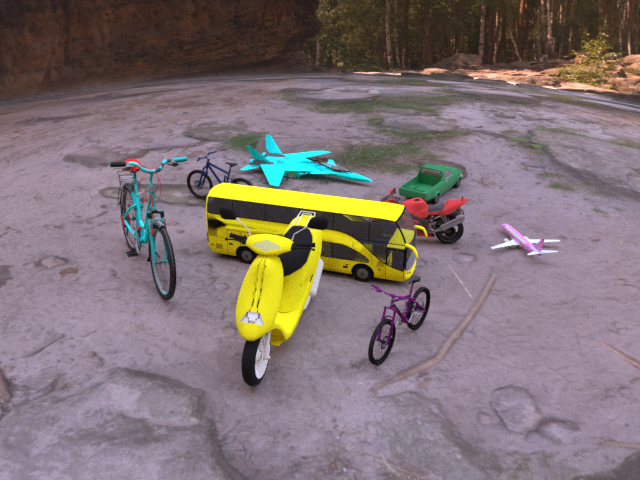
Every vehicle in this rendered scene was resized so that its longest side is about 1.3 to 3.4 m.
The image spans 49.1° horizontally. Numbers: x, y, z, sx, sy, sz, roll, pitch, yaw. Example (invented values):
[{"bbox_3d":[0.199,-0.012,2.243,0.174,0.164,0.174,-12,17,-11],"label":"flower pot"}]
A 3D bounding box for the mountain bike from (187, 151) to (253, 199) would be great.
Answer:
[{"bbox_3d":[-1.775,-1.058,12.461,1.469,0.868,0.573,13,28,24],"label":"mountain bike"}]

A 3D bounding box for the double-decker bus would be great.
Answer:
[{"bbox_3d":[-0.100,-0.119,10.301,3.251,1.052,0.756,8,27,16],"label":"double-decker bus"}]

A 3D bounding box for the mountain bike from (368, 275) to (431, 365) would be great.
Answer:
[{"bbox_3d":[0.982,0.886,8.427,0.573,0.868,1.469,17,30,31],"label":"mountain bike"}]

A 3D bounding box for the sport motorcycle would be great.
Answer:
[{"bbox_3d":[1.546,-0.348,11.042,1.520,0.821,0.506,2,26,5],"label":"sport motorcycle"}]

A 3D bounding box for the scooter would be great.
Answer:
[{"bbox_3d":[-0.450,0.358,8.464,1.288,1.786,2.721,7,26,13],"label":"scooter"}]

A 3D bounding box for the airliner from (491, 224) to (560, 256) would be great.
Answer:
[{"bbox_3d":[3.158,-0.081,10.938,1.161,0.429,1.307,-6,26,-12],"label":"airliner"}]

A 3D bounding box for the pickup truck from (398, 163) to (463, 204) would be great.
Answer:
[{"bbox_3d":[2.068,-1.097,12.954,0.640,0.511,1.603,16,30,30],"label":"pickup truck"}]

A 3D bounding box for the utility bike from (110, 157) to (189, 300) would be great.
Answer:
[{"bbox_3d":[-2.445,-0.415,10.009,1.039,1.839,2.791,-13,29,-25],"label":"utility bike"}]

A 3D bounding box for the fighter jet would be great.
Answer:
[{"bbox_3d":[-0.167,-1.530,13.798,2.640,0.557,2.229,12,28,24],"label":"fighter jet"}]
